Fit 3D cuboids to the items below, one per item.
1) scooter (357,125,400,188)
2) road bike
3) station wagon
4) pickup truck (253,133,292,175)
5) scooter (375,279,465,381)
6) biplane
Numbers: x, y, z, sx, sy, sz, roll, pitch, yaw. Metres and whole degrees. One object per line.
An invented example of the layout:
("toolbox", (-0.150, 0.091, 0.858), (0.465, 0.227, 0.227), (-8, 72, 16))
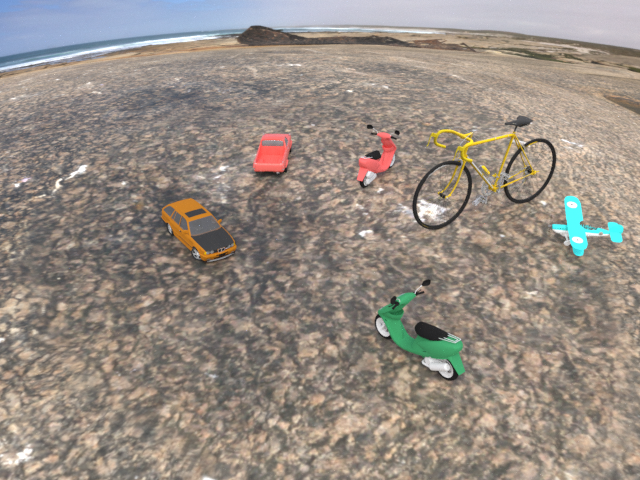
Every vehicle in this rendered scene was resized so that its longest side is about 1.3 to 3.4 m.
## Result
("scooter", (1.053, -1.548, 12.661), (0.662, 0.919, 1.399), (17, 34, 27))
("road bike", (2.719, -1.134, 11.202), (3.004, 1.656, 0.696), (-16, 34, -26))
("station wagon", (-1.878, -0.200, 10.762), (0.682, 0.473, 1.597), (-19, 35, -29))
("pickup truck", (-0.891, -1.702, 13.340), (0.640, 0.511, 1.603), (1, 30, 3))
("scooter", (1.149, 1.019, 8.194), (0.662, 0.919, 1.399), (-23, 37, -34))
("biplane", (4.018, -0.138, 10.623), (1.090, 0.504, 1.336), (5, 30, 9))
